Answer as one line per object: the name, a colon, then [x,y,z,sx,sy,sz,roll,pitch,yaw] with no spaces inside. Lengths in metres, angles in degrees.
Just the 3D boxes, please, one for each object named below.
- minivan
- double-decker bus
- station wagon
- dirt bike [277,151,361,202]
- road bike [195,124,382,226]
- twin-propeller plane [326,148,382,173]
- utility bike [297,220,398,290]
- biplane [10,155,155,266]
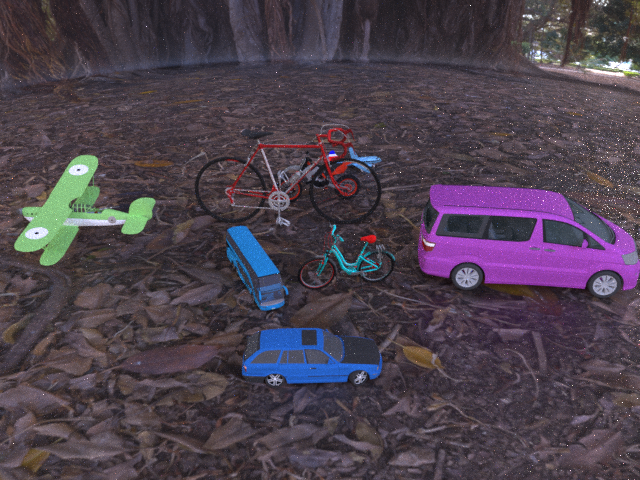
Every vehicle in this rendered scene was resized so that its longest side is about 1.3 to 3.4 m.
minivan: [2.912,-0.043,9.790,3.011,1.197,1.324,3,28,6]
double-decker bus: [-0.912,0.382,9.685,0.389,0.541,1.672,-11,30,-20]
station wagon: [-0.086,1.302,8.005,1.597,0.473,0.682,-1,28,-2]
dirt bike: [-0.026,-1.069,12.112,1.493,0.857,0.527,-4,28,-7]
road bike: [-0.517,-1.004,11.129,3.004,1.656,0.696,1,28,1]
twin-propeller plane: [0.677,-1.575,13.561,1.095,0.407,1.370,-6,28,-12]
utility bike: [0.406,0.254,9.494,1.435,0.946,0.535,-6,28,-11]
biplane: [-3.591,-0.359,10.625,2.120,0.981,2.598,2,28,3]
